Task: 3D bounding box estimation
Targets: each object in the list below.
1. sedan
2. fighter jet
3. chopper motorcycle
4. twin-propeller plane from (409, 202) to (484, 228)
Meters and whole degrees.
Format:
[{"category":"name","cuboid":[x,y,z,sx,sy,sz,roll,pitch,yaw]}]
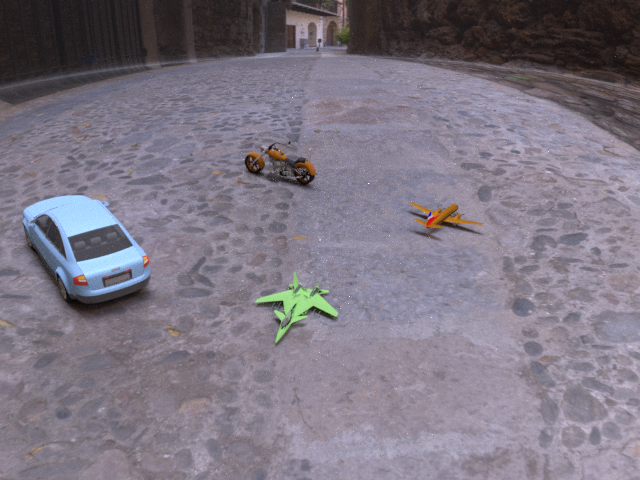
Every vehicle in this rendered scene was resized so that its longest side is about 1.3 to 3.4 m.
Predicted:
[{"category":"sedan","cuboid":[-3.533,-0.077,10.323,1.235,0.940,3.137,-18,33,-30]},{"category":"fighter jet","cuboid":[-0.349,0.889,9.227,1.147,0.286,1.358,8,30,15]},{"category":"chopper motorcycle","cuboid":[-0.761,-1.500,13.131,1.563,0.761,0.466,17,33,28]},{"category":"twin-propeller plane","cuboid":[2.024,-0.437,11.544,1.370,0.407,1.095,20,34,32]}]
